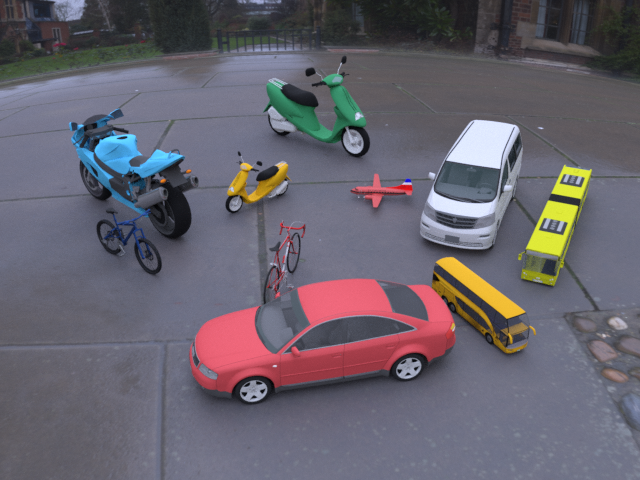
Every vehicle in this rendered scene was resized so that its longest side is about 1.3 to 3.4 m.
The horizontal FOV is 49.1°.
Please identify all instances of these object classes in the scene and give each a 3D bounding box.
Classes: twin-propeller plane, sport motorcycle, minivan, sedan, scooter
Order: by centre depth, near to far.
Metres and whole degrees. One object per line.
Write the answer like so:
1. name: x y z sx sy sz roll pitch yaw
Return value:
1. sedan: 0.039 1.058 8.217 3.137 0.940 1.235 -6 30 -11
2. sport motorcycle: -3.094 -1.087 11.360 2.955 1.596 0.983 24 37 36
3. minivan: 2.568 -0.966 11.552 1.324 1.197 3.011 12 31 20
4. scooter: -1.056 -1.046 11.978 1.399 0.919 0.662 -24 37 -36
5. twin-propeller plane: 1.074 -0.901 12.243 1.095 0.407 1.370 2 29 4
6. scooter: -0.108 -2.764 14.147 2.721 1.786 1.288 21 35 32

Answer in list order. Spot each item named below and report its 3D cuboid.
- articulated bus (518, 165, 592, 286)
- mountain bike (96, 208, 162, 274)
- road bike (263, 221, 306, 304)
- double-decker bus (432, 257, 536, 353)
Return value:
1. articulated bus: 3.792 -0.336 11.081 0.605 0.561 3.401 13 32 22
2. mountain bike: -2.831 -0.039 10.240 1.469 0.868 0.573 22 36 33
3. road bike: -0.510 0.300 9.655 0.358 0.852 1.545 8 30 14
4. double-decker bus: 2.056 0.830 9.030 0.389 0.541 1.672 -14 32 -24
